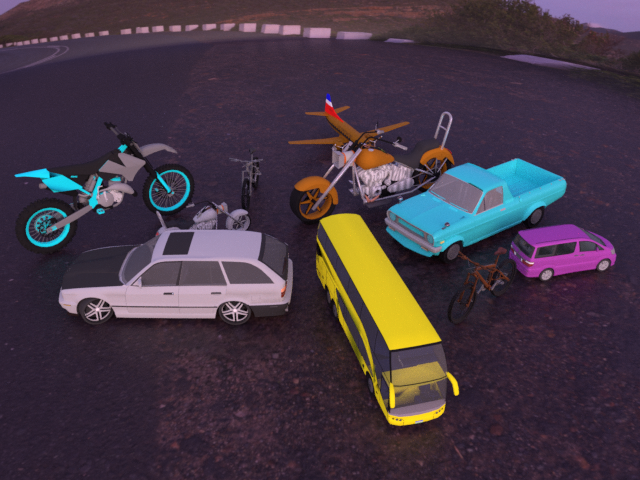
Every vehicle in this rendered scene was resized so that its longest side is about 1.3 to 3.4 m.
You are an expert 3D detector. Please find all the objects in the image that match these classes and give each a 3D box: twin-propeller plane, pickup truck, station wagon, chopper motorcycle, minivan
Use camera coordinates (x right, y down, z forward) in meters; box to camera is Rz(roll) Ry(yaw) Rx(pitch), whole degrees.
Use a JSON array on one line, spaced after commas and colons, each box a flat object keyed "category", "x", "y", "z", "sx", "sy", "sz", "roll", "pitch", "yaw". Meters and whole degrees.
[{"category": "twin-propeller plane", "x": 0.534, "y": -2.288, "z": 14.092, "sx": 2.663, "sy": 0.792, "sz": 2.129, "roll": -13, "pitch": 33, "yaw": -20}, {"category": "pickup truck", "x": 2.531, "y": -0.645, "z": 11.155, "sx": 3.117, "sy": 0.993, "sz": 1.244, "roll": -20, "pitch": 37, "yaw": -30}, {"category": "station wagon", "x": -1.928, "y": 0.422, "z": 9.446, "sx": 3.105, "sy": 0.920, "sz": 1.327, "roll": 0, "pitch": 31, "yaw": 0}, {"category": "chopper motorcycle", "x": 0.922, "y": -1.210, "z": 11.624, "sx": 3.040, "sy": 1.480, "sz": 0.906, "roll": -14, "pitch": 34, "yaw": -22}, {"category": "minivan", "x": 3.580, "y": 0.129, "z": 10.232, "sx": 1.548, "sy": 0.616, "sz": 0.681, "roll": -8, "pitch": 32, "yaw": -13}, {"category": "chopper motorcycle", "x": -1.788, "y": -0.281, "z": 10.773, "sx": 1.563, "sy": 0.761, "sz": 0.466, "roll": -18, "pitch": 35, "yaw": -27}]

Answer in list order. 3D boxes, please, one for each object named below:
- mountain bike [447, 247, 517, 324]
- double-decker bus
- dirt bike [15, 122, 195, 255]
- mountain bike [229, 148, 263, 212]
[{"category": "mountain bike", "x": 2.187, "y": 0.541, "z": 9.300, "sx": 1.469, "sy": 0.868, "sz": 0.573, "roll": -25, "pitch": 39, "yaw": -35}, {"category": "double-decker bus", "x": 0.666, "y": 0.866, "z": 8.578, "sx": 0.756, "sy": 1.052, "sz": 3.251, "roll": -8, "pitch": 32, "yaw": -13}, {"category": "dirt bike", "x": -3.296, "y": -0.840, "z": 10.826, "sx": 2.903, "sy": 1.666, "sz": 1.024, "roll": -20, "pitch": 37, "yaw": -30}, {"category": "mountain bike", "x": -1.203, "y": -1.109, "z": 12.051, "sx": 0.573, "sy": 0.868, "sz": 1.469, "roll": 3, "pitch": 31, "yaw": 4}]
